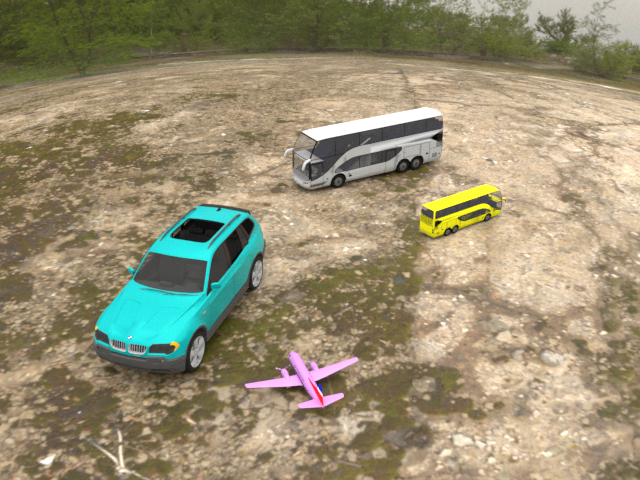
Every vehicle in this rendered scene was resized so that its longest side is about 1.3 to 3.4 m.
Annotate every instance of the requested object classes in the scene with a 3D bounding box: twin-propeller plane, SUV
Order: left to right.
[{"bbox_3d":[-1.713,0.501,9.081,1.276,1.128,3.058,8,29,15],"label":"SUV"},{"bbox_3d":[-0.159,1.527,7.926,1.370,0.407,1.095,-10,30,-19],"label":"twin-propeller plane"}]

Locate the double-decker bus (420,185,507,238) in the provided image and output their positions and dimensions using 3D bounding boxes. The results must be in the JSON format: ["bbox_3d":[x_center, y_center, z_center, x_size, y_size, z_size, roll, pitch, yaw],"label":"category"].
[{"bbox_3d":[2.368,-0.497,11.572,1.672,0.541,0.389,-18,33,-30],"label":"double-decker bus"}]

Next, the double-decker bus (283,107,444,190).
[{"bbox_3d":[0.912,-1.754,13.381,3.251,1.052,0.756,-15,32,-26],"label":"double-decker bus"}]
